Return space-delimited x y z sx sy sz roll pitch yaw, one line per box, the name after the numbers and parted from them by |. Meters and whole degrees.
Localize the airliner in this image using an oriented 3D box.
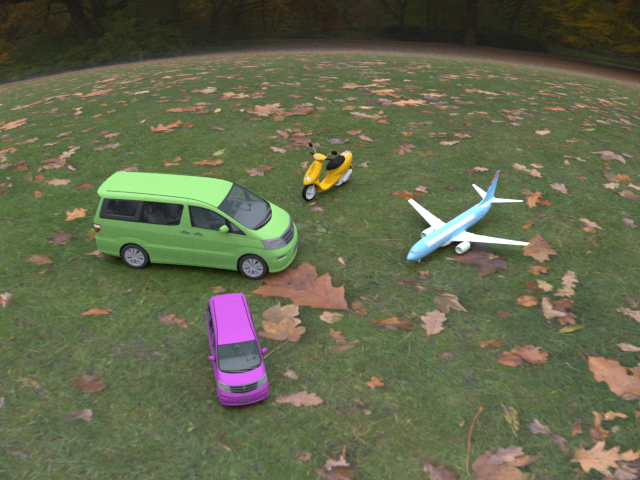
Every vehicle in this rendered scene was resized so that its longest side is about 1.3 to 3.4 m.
2.178 -0.372 11.149 2.257 0.835 2.541 25 38 37 | airliner

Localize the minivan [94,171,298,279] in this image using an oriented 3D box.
-1.849 -0.283 10.623 3.011 1.197 1.324 5 30 8 | minivan

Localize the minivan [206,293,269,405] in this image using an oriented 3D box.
-1.020 1.287 8.434 0.681 0.616 1.548 -7 30 -12 | minivan

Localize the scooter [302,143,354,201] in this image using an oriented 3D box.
0.151 -1.308 12.722 0.662 0.919 1.399 23 37 35 | scooter
